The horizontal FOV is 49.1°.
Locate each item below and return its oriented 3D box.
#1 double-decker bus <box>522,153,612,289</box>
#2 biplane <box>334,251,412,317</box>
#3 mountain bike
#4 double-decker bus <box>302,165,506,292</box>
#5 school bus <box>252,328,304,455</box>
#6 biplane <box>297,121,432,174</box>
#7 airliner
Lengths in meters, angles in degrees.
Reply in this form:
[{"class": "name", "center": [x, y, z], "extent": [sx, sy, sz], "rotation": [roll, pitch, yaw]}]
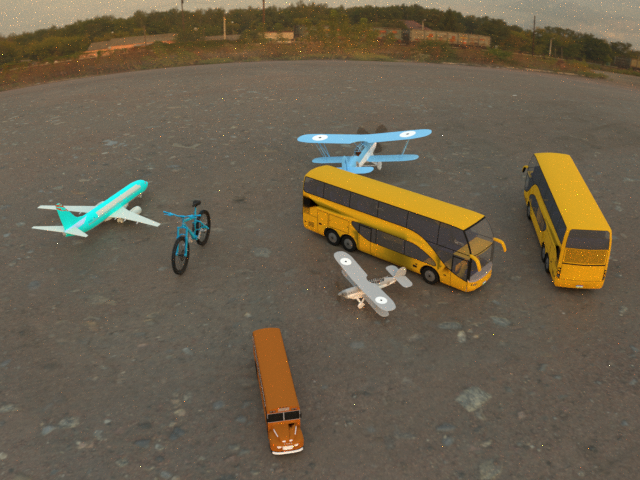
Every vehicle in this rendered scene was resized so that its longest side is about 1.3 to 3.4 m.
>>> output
[{"class": "double-decker bus", "center": [3.740, -0.427, 10.840], "extent": [0.756, 1.052, 3.251], "rotation": [3, 28, 6]}, {"class": "biplane", "center": [0.721, 0.619, 9.451], "extent": [1.090, 0.504, 1.336], "rotation": [-15, 31, -26]}, {"class": "mountain bike", "center": [-1.924, -0.121, 10.459], "extent": [0.573, 0.868, 1.469], "rotation": [6, 28, 11]}, {"class": "double-decker bus", "center": [1.119, -0.207, 10.425], "extent": [3.251, 1.052, 0.756], "rotation": [22, 35, 35]}, {"class": "school bus", "center": [-0.476, 1.614, 7.649], "extent": [0.365, 0.434, 1.708], "rotation": [-5, 28, -10]}, {"class": "biplane", "center": [0.702, -1.588, 13.106], "extent": [2.598, 0.981, 2.120], "rotation": [9, 29, 16]}, {"class": "airliner", "center": [-3.537, -0.687, 11.562], "extent": [2.257, 0.835, 2.541], "rotation": [9, 29, 16]}]
